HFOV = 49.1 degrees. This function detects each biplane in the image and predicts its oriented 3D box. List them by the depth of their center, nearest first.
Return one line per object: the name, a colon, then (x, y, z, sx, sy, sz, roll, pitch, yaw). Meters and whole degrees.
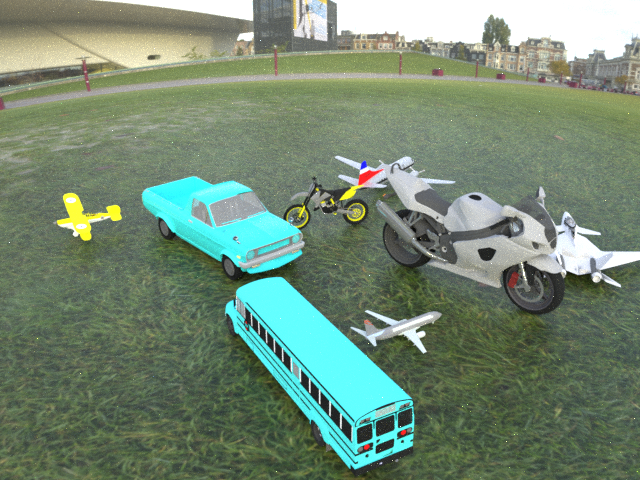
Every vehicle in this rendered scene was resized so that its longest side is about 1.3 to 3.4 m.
biplane: (-3.869, -0.353, 11.665, 1.090, 0.504, 1.336, -12, 28, -24)

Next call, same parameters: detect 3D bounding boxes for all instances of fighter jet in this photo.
fighter jet: (4.003, -0.100, 11.064, 2.229, 0.557, 2.640, 6, 26, 12)

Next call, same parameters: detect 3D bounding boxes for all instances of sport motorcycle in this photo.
sport motorcycle: (2.049, -0.060, 9.752, 2.955, 1.596, 0.983, 21, 33, 38)

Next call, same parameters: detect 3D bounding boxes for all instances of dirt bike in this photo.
dirt bike: (0.114, -0.604, 11.786, 1.493, 0.857, 0.527, -6, 26, -13)

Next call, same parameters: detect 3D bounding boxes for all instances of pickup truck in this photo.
pickup truck: (-1.624, -0.387, 11.162, 1.244, 0.993, 3.117, -20, 32, -37)

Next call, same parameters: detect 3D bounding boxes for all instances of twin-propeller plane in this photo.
twin-propeller plane: (1.303, -1.376, 13.512, 2.663, 0.792, 2.129, 17, 30, 31)

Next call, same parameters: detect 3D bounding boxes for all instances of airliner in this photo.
airliner: (1.054, 1.017, 8.828, 1.307, 0.429, 1.161, -16, 29, -30)

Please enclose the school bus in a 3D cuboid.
school bus: (-0.189, 1.271, 7.797, 0.709, 0.844, 3.322, -13, 28, -26)
